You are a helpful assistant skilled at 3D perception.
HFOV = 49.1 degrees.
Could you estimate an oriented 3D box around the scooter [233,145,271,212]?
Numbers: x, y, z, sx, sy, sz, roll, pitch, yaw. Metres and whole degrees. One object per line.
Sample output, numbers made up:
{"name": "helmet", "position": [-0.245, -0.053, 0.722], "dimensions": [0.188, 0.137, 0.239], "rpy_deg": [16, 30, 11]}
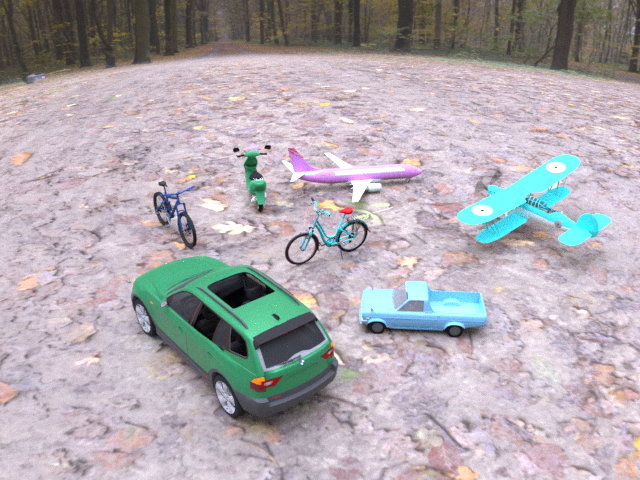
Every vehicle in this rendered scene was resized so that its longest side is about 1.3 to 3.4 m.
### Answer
{"name": "scooter", "position": [-1.128, -1.124, 12.071], "dimensions": [0.662, 0.919, 1.399], "rpy_deg": [-6, 29, -12]}

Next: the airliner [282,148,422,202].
{"name": "airliner", "position": [0.641, -1.349, 12.575], "dimensions": [2.541, 0.835, 2.257], "rpy_deg": [-6, 29, -10]}

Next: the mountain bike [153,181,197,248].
{"name": "mountain bike", "position": [-2.292, -0.465, 10.904], "dimensions": [0.573, 0.868, 1.469], "rpy_deg": [-19, 34, -31]}

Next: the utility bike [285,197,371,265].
{"name": "utility bike", "position": [0.159, -0.126, 10.194], "dimensions": [1.435, 0.946, 0.535], "rpy_deg": [-14, 31, -24]}

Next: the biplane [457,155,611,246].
{"name": "biplane", "position": [3.304, -0.442, 10.743], "dimensions": [2.598, 0.981, 2.120], "rpy_deg": [-20, 34, -32]}

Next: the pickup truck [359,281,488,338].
{"name": "pickup truck", "position": [1.299, 0.836, 8.871], "dimensions": [1.603, 0.511, 0.640], "rpy_deg": [2, 28, 4]}

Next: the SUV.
{"name": "SUV", "position": [-1.099, 0.870, 8.159], "dimensions": [1.276, 1.128, 3.058], "rpy_deg": [-21, 35, -34]}
